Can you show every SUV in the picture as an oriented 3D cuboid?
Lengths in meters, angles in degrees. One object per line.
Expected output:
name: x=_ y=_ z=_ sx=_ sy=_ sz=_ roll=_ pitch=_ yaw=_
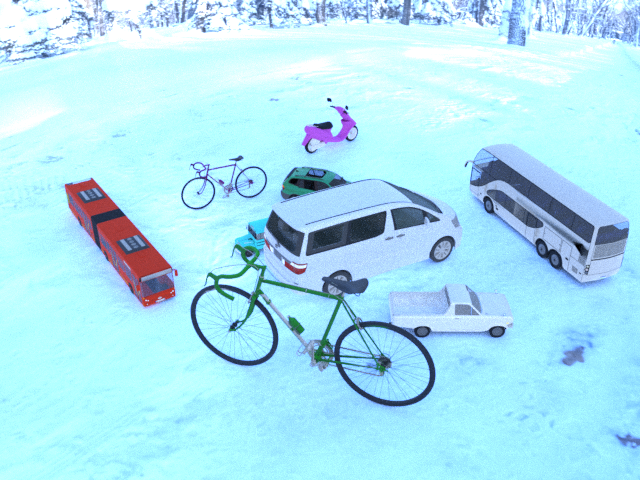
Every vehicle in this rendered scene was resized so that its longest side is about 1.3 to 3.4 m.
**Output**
SUV: x=0.113 y=-0.855 z=11.899 sx=1.572 sy=0.580 sz=0.656 roll=10 pitch=33 yaw=16

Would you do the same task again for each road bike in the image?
road bike: x=-1.618 y=-1.000 z=11.878 sx=1.545 sy=0.852 sz=0.358 roll=-14 pitch=34 yaw=-22
road bike: x=-0.161 y=0.982 z=7.838 sx=3.004 sy=1.656 sz=0.697 roll=12 pitch=33 yaw=18

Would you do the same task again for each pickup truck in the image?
pickup truck: x=1.692 y=0.883 z=9.104 sx=1.603 sy=0.511 sz=0.640 roll=0 pitch=31 yaw=0

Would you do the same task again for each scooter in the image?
scooter: x=0.221 y=-2.273 z=13.909 sx=1.399 sy=0.919 sz=0.662 roll=-22 pitch=37 yaw=-31

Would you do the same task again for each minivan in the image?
minivan: x=0.699 y=-0.178 z=10.190 sx=3.011 sy=1.197 sz=1.324 roll=-17 pitch=35 yaw=-25

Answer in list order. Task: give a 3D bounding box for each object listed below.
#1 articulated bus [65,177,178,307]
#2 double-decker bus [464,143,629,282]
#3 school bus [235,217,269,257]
articulated bus: x=-3.105 y=-0.066 z=10.619 sx=0.605 sy=0.561 sz=3.401 roll=-19 pitch=36 yaw=-29
double-decker bus: x=3.420 y=-0.558 z=10.957 sx=0.756 sy=1.052 sz=3.251 roll=-11 pitch=33 yaw=-18
school bus: x=-0.522 y=-0.172 z=10.916 sx=1.708 sy=0.434 sz=0.365 roll=-15 pitch=34 yaw=-23
